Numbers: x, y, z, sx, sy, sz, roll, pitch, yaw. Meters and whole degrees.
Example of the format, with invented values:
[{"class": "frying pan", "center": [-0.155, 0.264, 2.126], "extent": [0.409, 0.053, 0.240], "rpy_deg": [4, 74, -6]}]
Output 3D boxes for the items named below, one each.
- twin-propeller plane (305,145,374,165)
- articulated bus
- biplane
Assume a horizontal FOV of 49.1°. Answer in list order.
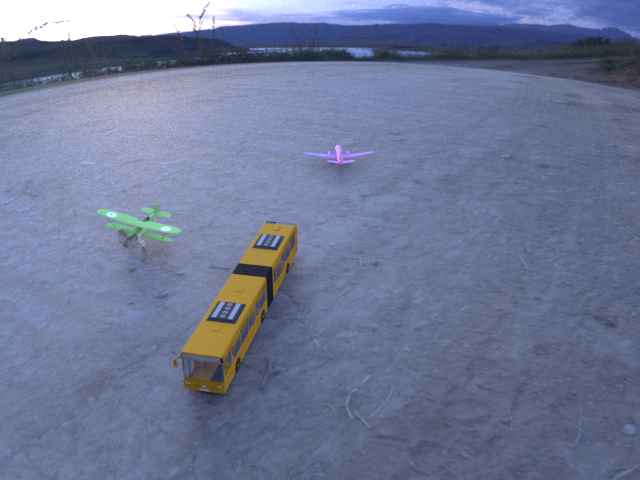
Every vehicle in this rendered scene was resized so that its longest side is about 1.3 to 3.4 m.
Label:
[{"class": "twin-propeller plane", "center": [0.384, -1.713, 13.771], "extent": [1.370, 0.407, 1.095], "rpy_deg": [-1, 27, -2]}, {"class": "articulated bus", "center": [-0.921, 0.700, 8.962], "extent": [0.605, 0.561, 3.401], "rpy_deg": [6, 28, 11]}, {"class": "biplane", "center": [-2.705, -0.229, 10.812], "extent": [1.336, 0.504, 1.090], "rpy_deg": [6, 28, 12]}]
